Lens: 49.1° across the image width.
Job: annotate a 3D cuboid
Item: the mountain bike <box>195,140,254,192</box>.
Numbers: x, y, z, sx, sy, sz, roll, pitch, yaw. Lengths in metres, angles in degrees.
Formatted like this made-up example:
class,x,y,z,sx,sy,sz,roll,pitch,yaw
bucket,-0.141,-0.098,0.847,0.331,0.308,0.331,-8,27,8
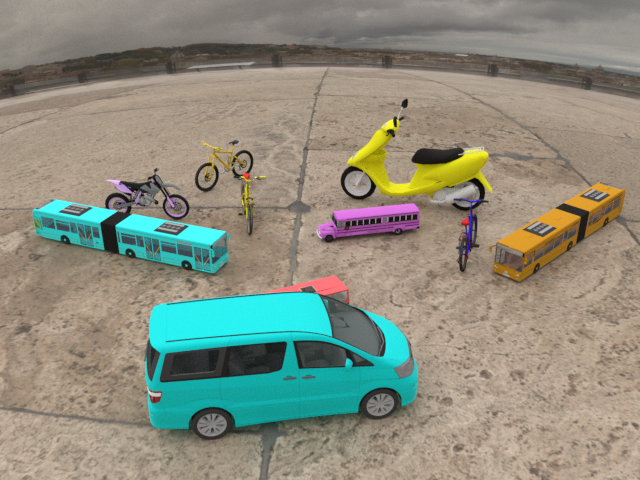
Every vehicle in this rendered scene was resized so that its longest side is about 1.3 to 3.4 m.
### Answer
class,x,y,z,sx,sy,sz,roll,pitch,yaw
mountain bike,-1.833,-1.482,13.451,0.573,0.868,1.469,22,35,36

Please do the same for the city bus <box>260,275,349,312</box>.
class,x,y,z,sx,sy,sz,roll,pitch,yaw
city bus,-0.446,0.930,9.250,1.674,0.460,0.476,-12,30,-22

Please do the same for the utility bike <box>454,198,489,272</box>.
class,x,y,z,sx,sy,sz,roll,pitch,yaw
utility bike,2.254,-0.146,10.794,0.535,0.946,1.435,10,29,18

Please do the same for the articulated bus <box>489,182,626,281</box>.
class,x,y,z,sx,sy,sz,roll,pitch,yaw
articulated bus,3.933,-0.205,11.324,3.401,0.561,0.605,-24,36,-38

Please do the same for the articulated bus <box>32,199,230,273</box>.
class,x,y,z,sx,sy,sz,roll,pitch,yaw
articulated bus,-3.029,-0.087,11.098,3.401,0.561,0.605,10,29,19

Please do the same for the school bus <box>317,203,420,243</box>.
class,x,y,z,sx,sy,sz,roll,pitch,yaw
school bus,0.797,-0.295,11.635,1.708,0.434,0.365,-6,28,-12

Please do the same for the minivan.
class,x,y,z,sx,sy,sz,roll,pitch,yaw
minivan,-0.400,1.277,7.781,3.011,1.197,1.324,-5,28,-9

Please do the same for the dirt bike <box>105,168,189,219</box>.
class,x,y,z,sx,sy,sz,roll,pitch,yaw
dirt bike,-3.001,-0.763,12.078,1.493,0.857,0.527,2,28,4

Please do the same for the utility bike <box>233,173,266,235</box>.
class,x,y,z,sx,sy,sz,roll,pitch,yaw
utility bike,-1.199,-0.735,11.928,0.535,0.946,1.435,-5,28,-10

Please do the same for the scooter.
class,x,y,z,sx,sy,sz,roll,pitch,yaw
scooter,1.699,-1.442,12.378,2.721,1.786,1.288,7,28,13
